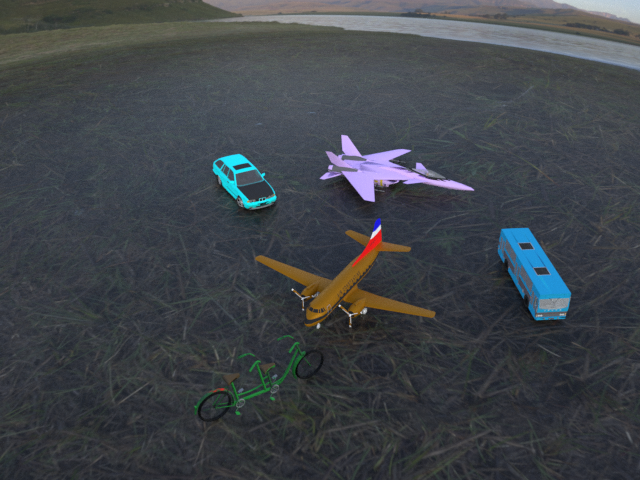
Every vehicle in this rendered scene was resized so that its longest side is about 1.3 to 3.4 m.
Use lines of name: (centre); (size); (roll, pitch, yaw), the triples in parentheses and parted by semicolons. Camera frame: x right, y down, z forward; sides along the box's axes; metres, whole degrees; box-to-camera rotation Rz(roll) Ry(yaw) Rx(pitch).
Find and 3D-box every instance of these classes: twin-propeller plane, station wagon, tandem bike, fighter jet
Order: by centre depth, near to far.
tandem bike: (-0.643, 1.495, 7.720); (1.642, 0.682, 0.283); (-19, 36, -28)
twin-propeller plane: (0.361, 0.449, 9.328); (2.663, 0.792, 2.129); (17, 35, 25)
station wagon: (-1.317, -1.047, 12.085); (0.682, 0.473, 1.597); (-16, 35, -24)
fighter jet: (1.428, -1.264, 12.359); (2.640, 0.557, 2.229); (12, 33, 19)

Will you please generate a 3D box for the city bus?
city bus: (2.910, 0.449, 9.647); (0.476, 0.460, 1.674); (-2, 31, -4)
